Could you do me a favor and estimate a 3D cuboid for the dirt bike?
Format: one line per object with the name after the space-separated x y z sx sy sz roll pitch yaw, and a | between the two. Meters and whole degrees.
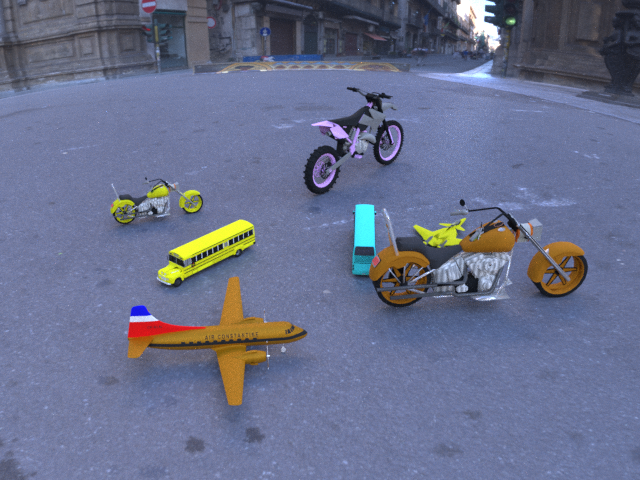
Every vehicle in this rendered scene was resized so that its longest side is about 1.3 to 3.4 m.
0.707 -1.961 13.319 1.024 1.666 2.903 22 34 37 | dirt bike

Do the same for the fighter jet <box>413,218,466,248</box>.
2.097 -0.194 11.362 1.147 0.286 1.358 17 32 30 | fighter jet

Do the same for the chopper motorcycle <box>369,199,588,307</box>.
2.156 0.177 9.314 3.040 1.480 0.906 -4 27 -8 | chopper motorcycle

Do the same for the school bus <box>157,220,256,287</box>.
-1.689 0.183 10.456 0.365 0.434 1.708 21 34 35 | school bus

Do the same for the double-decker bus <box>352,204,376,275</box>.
0.683 -0.047 10.791 0.389 0.541 1.672 2 27 3 | double-decker bus

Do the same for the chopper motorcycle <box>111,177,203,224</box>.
-2.763 -0.710 11.854 1.563 0.761 0.466 -12 29 -23 | chopper motorcycle

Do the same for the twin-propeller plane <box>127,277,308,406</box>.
-1.207 1.062 8.330 2.129 0.792 2.663 -3 27 -6 | twin-propeller plane
